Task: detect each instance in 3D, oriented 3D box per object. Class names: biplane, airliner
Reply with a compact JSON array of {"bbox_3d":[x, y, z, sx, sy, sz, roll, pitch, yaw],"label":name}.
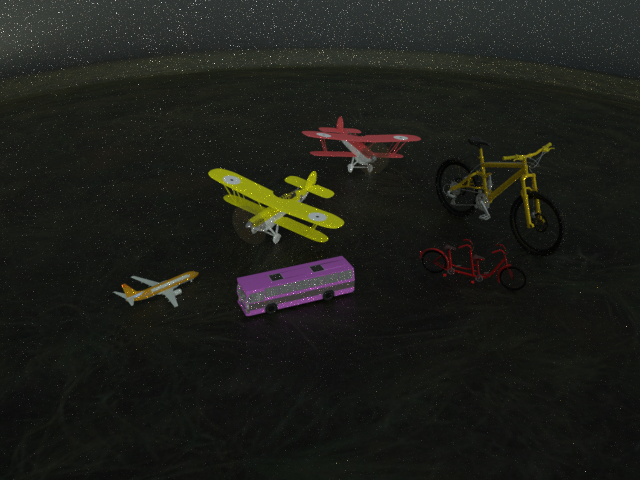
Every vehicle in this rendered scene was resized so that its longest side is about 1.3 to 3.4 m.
[{"bbox_3d":[-0.597,-0.590,11.967,2.598,0.981,2.120,16,32,27],"label":"biplane"},{"bbox_3d":[0.769,-2.020,14.680,2.598,0.981,2.120,-10,29,-18],"label":"biplane"},{"bbox_3d":[-2.327,0.611,10.277,1.307,0.429,1.161,-25,37,-39],"label":"airliner"}]

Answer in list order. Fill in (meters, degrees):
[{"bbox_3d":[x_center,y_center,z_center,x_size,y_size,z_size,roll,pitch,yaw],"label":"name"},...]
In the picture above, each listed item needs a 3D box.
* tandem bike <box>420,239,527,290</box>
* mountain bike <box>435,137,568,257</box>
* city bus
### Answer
[{"bbox_3d":[2.298,0.325,10.550,1.642,0.682,0.283,12,30,22],"label":"tandem bike"},{"bbox_3d":[2.967,-0.856,11.713,1.114,1.688,2.857,-18,33,-31],"label":"mountain bike"},{"bbox_3d":[-0.341,0.672,10.129,1.674,0.460,0.476,-11,30,-20],"label":"city bus"}]
